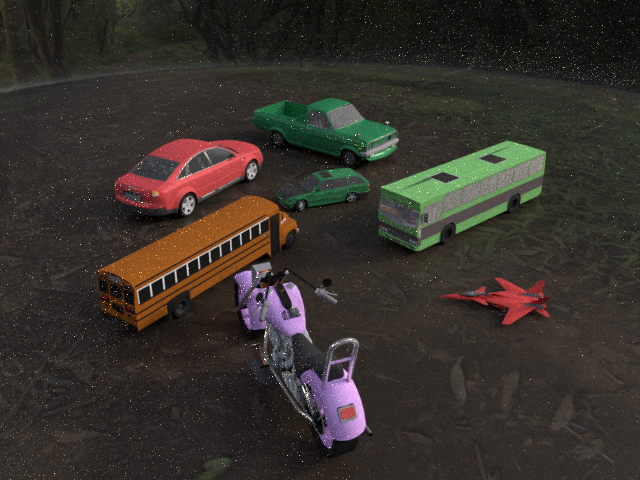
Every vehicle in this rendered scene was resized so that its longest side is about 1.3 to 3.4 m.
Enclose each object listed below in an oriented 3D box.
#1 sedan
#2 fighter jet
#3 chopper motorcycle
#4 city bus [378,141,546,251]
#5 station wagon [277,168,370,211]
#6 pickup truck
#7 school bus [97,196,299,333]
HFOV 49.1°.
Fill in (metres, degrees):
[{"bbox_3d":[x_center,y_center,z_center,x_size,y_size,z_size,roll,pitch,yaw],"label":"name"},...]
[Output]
[{"bbox_3d":[-2.203,-1.282,12.295,1.235,0.940,3.137,15,31,27],"label":"sedan"},{"bbox_3d":[2.262,0.710,9.102,1.358,0.286,1.147,4,27,7],"label":"fighter jet"},{"bbox_3d":[-0.342,0.932,7.348,0.906,1.480,3.040,-12,29,-21],"label":"chopper motorcycle"},{"bbox_3d":[2.352,-0.742,11.284,3.255,0.894,0.926,-22,34,-36],"label":"city bus"},{"bbox_3d":[0.052,-0.907,12.073,1.597,0.473,0.682,-10,29,-19],"label":"station wagon"},{"bbox_3d":[0.065,-2.348,14.332,3.117,0.993,1.244,20,33,34],"label":"pickup truck"},{"bbox_3d":[-1.481,0.169,9.550,0.709,0.844,3.322,17,32,31],"label":"school bus"}]
